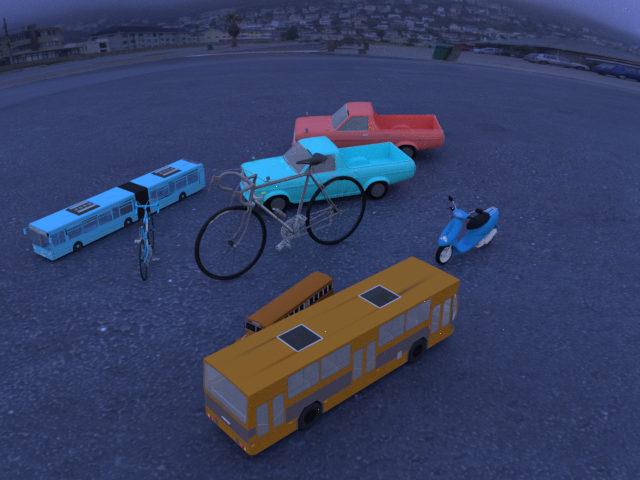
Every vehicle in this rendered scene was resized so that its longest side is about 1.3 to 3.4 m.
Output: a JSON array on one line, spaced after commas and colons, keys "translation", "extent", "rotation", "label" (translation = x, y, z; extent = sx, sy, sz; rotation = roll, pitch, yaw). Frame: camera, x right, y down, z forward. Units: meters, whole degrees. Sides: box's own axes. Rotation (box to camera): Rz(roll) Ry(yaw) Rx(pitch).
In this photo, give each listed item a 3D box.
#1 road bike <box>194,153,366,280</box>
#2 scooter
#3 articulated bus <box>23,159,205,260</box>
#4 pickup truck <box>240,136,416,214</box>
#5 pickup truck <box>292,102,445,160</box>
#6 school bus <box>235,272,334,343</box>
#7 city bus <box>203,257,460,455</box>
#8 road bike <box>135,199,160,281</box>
[{"translation": [-0.503, -0.420, 10.337], "extent": [3.004, 1.656, 0.696], "rotation": [-18, 33, -30], "label": "road bike"}, {"translation": [2.282, -0.202, 10.710], "extent": [1.399, 0.919, 0.662], "rotation": [-21, 35, -33], "label": "scooter"}, {"translation": [-3.297, -0.596, 11.815], "extent": [0.605, 0.561, 3.401], "rotation": [19, 34, 31], "label": "articulated bus"}, {"translation": [0.127, -1.296, 12.658], "extent": [3.117, 0.993, 1.244], "rotation": [-9, 30, -17], "label": "pickup truck"}, {"translation": [0.971, -2.281, 14.482], "extent": [3.117, 0.993, 1.244], "rotation": [0, 28, -1], "label": "pickup truck"}, {"translation": [-0.449, 0.965, 9.058], "extent": [0.365, 0.434, 1.708], "rotation": [19, 34, 31], "label": "school bus"}, {"translation": [0.252, 1.240, 8.065], "extent": [3.255, 0.894, 0.926], "rotation": [-23, 36, -36], "label": "city bus"}, {"translation": [-2.605, -0.042, 10.484], "extent": [0.358, 0.852, 1.545], "rotation": [-3, 28, -5], "label": "road bike"}]
